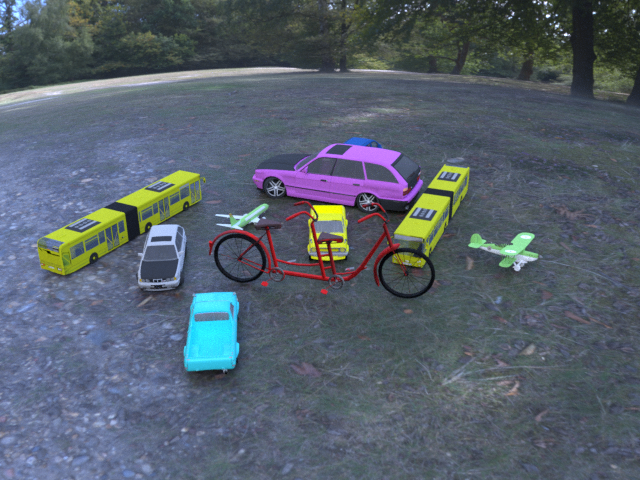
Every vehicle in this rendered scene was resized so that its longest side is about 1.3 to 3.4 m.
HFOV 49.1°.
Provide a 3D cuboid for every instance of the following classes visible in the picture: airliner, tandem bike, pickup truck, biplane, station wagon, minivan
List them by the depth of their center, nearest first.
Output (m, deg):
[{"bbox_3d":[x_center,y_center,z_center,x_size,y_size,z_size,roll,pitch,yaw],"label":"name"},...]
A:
[{"bbox_3d":[-1.309,1.056,8.542,0.640,0.511,1.603,-2,26,-5],"label":"pickup truck"},{"bbox_3d":[-0.015,0.107,9.580,3.192,1.326,0.550,5,26,10],"label":"tandem bike"},{"bbox_3d":[-2.327,0.207,10.357,0.682,0.473,1.597,-3,26,-6],"label":"station wagon"},{"bbox_3d":[2.776,0.147,10.447,1.090,0.504,1.336,14,29,26],"label":"biplane"},{"bbox_3d":[0.128,-0.184,11.132,0.640,0.511,1.603,0,26,0],"label":"pickup truck"},{"bbox_3d":[-1.193,-0.468,11.817,1.161,0.429,1.307,11,28,22],"label":"airliner"},{"bbox_3d":[0.287,-1.247,12.876,3.105,0.920,1.327,10,27,20],"label":"station wagon"},{"bbox_3d":[0.803,-1.765,14.310,0.681,0.616,1.548,11,28,22],"label":"minivan"}]

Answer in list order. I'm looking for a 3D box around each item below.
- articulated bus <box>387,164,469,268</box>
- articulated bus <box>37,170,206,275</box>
[{"bbox_3d":[1.916,-0.497,11.726,0.605,0.561,3.401,10,27,20],"label":"articulated bus"},{"bbox_3d":[-3.114,-0.371,11.463,0.605,0.561,3.401,13,28,24],"label":"articulated bus"}]
